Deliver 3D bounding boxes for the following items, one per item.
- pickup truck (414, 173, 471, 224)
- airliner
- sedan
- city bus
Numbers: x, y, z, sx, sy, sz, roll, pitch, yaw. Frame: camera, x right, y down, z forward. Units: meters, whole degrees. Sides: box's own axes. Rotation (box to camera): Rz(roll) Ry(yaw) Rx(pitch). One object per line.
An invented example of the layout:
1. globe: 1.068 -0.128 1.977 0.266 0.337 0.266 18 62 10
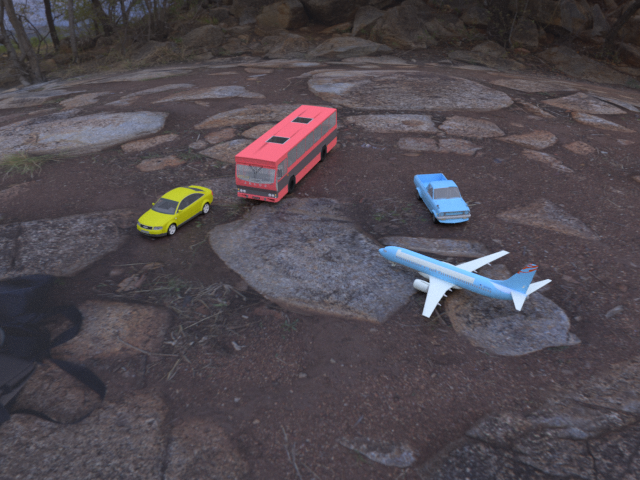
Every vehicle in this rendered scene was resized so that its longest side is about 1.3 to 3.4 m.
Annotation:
1. pickup truck: 2.141 -0.803 12.391 0.640 0.511 1.603 -4 28 -8
2. airliner: 1.877 0.332 9.921 2.541 0.835 2.257 22 35 35
3. sedan: -2.464 -0.553 11.953 0.635 0.483 1.613 14 31 25
4. city bus: -0.575 -1.730 13.720 0.926 0.894 3.255 10 30 18
